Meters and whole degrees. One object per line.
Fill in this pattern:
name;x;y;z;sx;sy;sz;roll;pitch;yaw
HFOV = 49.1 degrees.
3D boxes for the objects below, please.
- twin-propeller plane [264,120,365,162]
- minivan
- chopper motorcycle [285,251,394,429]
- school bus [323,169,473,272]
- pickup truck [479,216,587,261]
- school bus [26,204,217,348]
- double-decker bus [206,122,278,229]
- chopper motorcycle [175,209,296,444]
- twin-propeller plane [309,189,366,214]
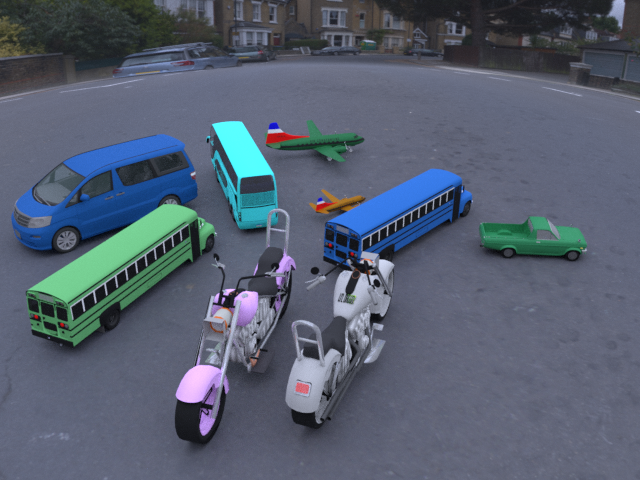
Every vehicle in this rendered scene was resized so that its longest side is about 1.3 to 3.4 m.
twin-propeller plane;-0.081;-2.125;14.516;2.129;0.792;2.663;-7;28;-13
minivan;-3.550;-0.827;11.572;3.011;1.197;1.324;-22;35;-36
chopper motorcycle;0.351;0.837;8.054;0.906;1.480;3.040;10;29;19
school bus;1.377;-0.401;11.133;0.709;0.844;3.322;22;34;36
pickup truck;3.285;-0.060;10.838;1.603;0.511;0.640;3;28;5
school bus;-2.569;0.316;9.750;0.709;0.844;3.322;12;30;22
double-decker bus;-1.434;-1.261;12.568;0.756;1.052;3.251;-8;28;-14
chopper motorcycle;-0.901;0.864;8.003;0.906;1.480;3.040;8;28;14
twin-propeller plane;0.367;-0.655;12.098;1.095;0.407;1.370;-19;33;-32
